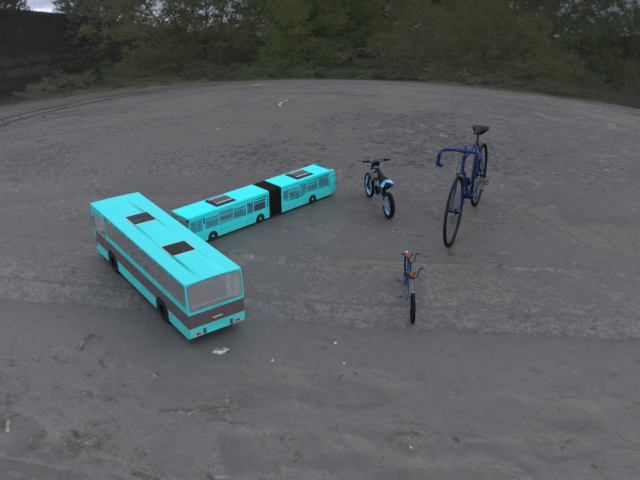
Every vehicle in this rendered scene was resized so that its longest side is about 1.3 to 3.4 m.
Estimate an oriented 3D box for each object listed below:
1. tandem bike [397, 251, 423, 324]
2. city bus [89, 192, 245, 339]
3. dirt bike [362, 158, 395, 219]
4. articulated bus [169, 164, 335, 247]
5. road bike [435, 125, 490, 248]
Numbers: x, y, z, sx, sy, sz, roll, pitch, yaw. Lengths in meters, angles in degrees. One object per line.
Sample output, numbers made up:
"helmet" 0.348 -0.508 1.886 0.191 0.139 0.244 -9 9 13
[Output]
"tandem bike" 1.247 0.512 9.702 0.283 0.682 1.642 1 26 2
"city bus" -2.246 0.292 9.917 0.926 0.894 3.255 -18 31 -32
"dirt bike" 1.061 -0.995 12.652 0.527 0.857 1.493 -7 26 -14
"articulated bus" -1.087 -0.673 12.321 3.401 0.561 0.605 -23 34 -39
"road bike" 2.508 -1.035 11.810 0.697 1.656 3.004 11 28 21
